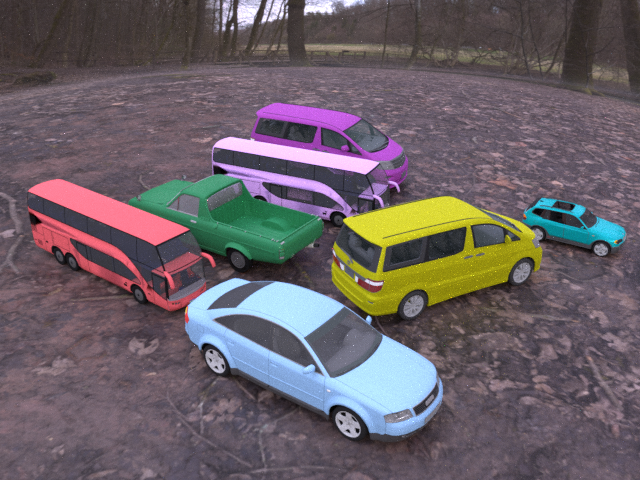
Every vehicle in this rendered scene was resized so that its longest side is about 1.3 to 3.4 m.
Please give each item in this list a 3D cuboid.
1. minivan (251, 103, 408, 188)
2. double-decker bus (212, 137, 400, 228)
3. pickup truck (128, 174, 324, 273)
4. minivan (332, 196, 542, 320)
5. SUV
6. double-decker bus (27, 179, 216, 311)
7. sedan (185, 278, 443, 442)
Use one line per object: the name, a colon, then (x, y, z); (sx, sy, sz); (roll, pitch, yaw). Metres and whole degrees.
minivan: (0.180, -1.775, 13.219); (3.011, 1.197, 1.324); (13, 30, 24)
double-decker bus: (-0.313, -0.967, 11.784); (3.251, 1.052, 0.756); (13, 29, 23)
pickup truck: (-1.501, -0.387, 10.703); (3.117, 0.993, 1.244); (16, 31, 29)
minivan: (1.669, 0.095, 9.527); (3.011, 1.197, 1.324); (-14, 30, -25)
SUV: (3.935, -0.241, 10.873); (1.572, 0.580, 0.656); (16, 31, 28)
double-decker bus: (-2.882, 0.035, 9.805); (3.251, 1.052, 0.756); (19, 33, 33)
sedan: (-0.135, 1.148, 7.731); (3.137, 0.940, 1.235); (18, 32, 32)
